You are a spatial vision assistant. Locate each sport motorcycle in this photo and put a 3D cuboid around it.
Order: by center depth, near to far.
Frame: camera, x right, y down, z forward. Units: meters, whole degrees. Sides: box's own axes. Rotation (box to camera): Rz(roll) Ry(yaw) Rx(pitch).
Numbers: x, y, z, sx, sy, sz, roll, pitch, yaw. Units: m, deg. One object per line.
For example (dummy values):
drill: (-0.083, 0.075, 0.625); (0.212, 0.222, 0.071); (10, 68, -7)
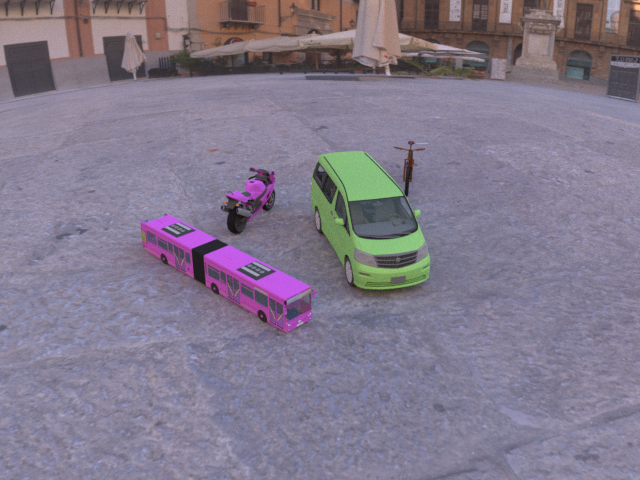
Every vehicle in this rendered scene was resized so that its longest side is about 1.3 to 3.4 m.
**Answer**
sport motorcycle: (-1.158, -0.693, 11.907); (0.506, 0.821, 1.520); (12, 29, 23)

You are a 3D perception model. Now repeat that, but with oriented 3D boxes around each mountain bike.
mountain bike: (1.701, -1.432, 13.349); (0.573, 0.868, 1.469); (4, 27, 9)

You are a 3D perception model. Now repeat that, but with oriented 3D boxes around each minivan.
minivan: (0.708, -0.373, 10.834); (1.324, 1.197, 3.011); (-6, 27, -13)

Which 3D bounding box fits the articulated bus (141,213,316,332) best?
articulated bus: (-1.433, 0.386, 10.016); (3.401, 0.561, 0.605); (24, 35, 39)
